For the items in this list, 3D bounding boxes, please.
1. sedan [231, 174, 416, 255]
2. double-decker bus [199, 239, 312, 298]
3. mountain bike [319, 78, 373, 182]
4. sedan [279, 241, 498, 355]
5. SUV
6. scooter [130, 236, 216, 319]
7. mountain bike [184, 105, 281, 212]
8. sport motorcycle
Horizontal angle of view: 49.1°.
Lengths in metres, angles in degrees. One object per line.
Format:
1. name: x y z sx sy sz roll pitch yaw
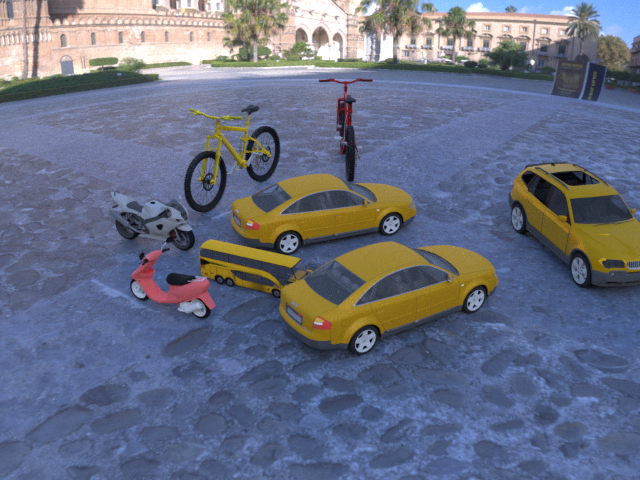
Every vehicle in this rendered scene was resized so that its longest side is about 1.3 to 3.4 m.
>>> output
1. sedan: 0.104 -0.560 11.451 3.137 0.940 1.235 -10 27 -21
2. double-decker bus: -0.920 0.416 9.855 1.672 0.541 0.389 11 28 23
3. mountain bike: 0.554 -2.333 14.321 1.114 1.688 2.857 -1 25 -2
4. sedan: 0.976 0.555 9.094 3.137 0.940 1.235 -15 29 -29
5. SUV: 4.024 -0.326 10.736 1.276 1.128 3.058 -5 26 -11
6. scooter: -1.985 0.511 9.211 1.399 0.919 0.662 13 28 25
7. mountain bike: -1.554 -1.620 12.816 1.114 1.688 2.857 14 29 27
8. sport motorcycle: -2.643 -0.311 11.064 1.520 0.821 0.506 11 27 22
